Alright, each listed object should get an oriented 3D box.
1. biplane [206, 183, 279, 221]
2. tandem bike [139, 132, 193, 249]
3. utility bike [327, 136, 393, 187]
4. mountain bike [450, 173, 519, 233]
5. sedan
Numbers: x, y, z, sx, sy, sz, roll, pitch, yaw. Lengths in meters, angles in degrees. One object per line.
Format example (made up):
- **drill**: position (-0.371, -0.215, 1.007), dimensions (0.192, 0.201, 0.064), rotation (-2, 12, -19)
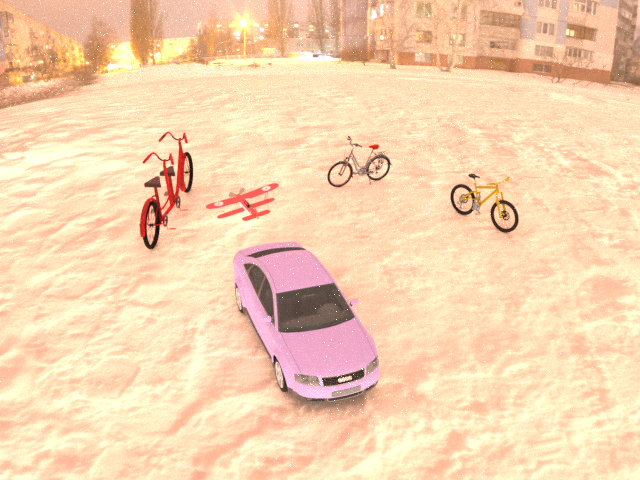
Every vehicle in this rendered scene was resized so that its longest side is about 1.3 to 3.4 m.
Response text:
- **biplane**: position (-1.274, -0.574, 12.122), dimensions (1.336, 0.504, 1.090), rotation (-12, 29, -22)
- **tandem bike**: position (-2.608, -0.985, 12.026), dimensions (0.550, 1.326, 3.192), rotation (2, 26, 4)
- **utility bike**: position (0.815, -1.506, 13.515), dimensions (1.435, 0.946, 0.535), rotation (-12, 29, -22)
- **mountain bike**: position (2.797, -0.692, 11.949), dimensions (0.573, 0.868, 1.469), rotation (-19, 32, -33)
- **sedan**: position (-0.255, 0.826, 8.785), dimensions (1.235, 0.940, 3.137), rotation (-9, 28, -18)
